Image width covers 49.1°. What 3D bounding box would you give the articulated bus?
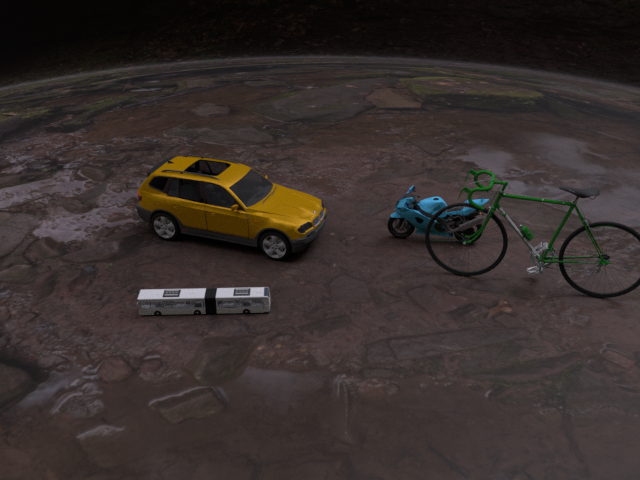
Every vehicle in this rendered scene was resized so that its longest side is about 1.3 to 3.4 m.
[{"bbox_3d":[-1.545,0.815,9.331,1.749,0.289,0.311,-1,28,-2],"label":"articulated bus"}]

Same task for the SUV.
[{"bbox_3d":[-1.414,-0.605,11.084,3.058,1.128,1.276,10,30,17],"label":"SUV"}]

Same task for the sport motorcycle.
[{"bbox_3d":[1.826,-0.361,10.955,1.520,0.821,0.506,4,29,8],"label":"sport motorcycle"}]

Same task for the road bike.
[{"bbox_3d":[2.941,-0.079,9.548,3.004,1.656,0.697,9,30,16],"label":"road bike"}]
